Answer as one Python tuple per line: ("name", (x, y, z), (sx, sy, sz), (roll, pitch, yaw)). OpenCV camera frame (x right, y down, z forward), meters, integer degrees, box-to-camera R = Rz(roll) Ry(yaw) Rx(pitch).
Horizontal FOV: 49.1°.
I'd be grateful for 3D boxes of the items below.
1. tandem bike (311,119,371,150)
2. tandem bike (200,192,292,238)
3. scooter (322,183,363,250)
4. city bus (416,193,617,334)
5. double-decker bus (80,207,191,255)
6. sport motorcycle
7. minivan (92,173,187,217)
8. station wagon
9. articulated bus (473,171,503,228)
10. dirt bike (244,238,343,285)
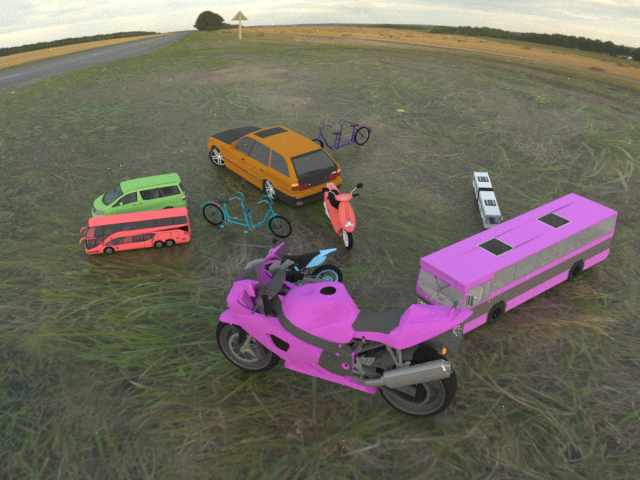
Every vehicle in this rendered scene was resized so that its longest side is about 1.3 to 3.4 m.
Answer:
("tandem bike", (0.397, -2.114, 14.164), (1.642, 0.682, 0.283), (-19, 35, -29))
("tandem bike", (-1.212, -0.440, 11.290), (1.642, 0.682, 0.283), (11, 32, 18))
("scooter", (0.311, -0.528, 11.205), (0.662, 0.919, 1.399), (-7, 31, -12))
("city bus", (2.807, 0.295, 9.817), (3.255, 0.894, 0.926), (-21, 36, -31))
("double-decker bus", (-2.869, -0.138, 10.912), (1.672, 0.541, 0.389), (-7, 31, -12))
("sport motorcycle", (0.146, 1.066, 7.795), (2.955, 1.596, 0.983), (11, 32, 18))
("minivan", (-3.054, -0.682, 11.772), (1.548, 0.616, 0.681), (-11, 32, -18))
("station wagon", (-0.940, -1.609, 13.059), (1.327, 0.920, 3.105), (-21, 36, -32))
("articulated bus", (2.881, -0.718, 12.158), (0.311, 0.289, 1.749), (2, 30, 4))
("dirt bike", (-0.409, 0.437, 9.610), (1.493, 0.857, 0.527), (-7, 31, -11))
